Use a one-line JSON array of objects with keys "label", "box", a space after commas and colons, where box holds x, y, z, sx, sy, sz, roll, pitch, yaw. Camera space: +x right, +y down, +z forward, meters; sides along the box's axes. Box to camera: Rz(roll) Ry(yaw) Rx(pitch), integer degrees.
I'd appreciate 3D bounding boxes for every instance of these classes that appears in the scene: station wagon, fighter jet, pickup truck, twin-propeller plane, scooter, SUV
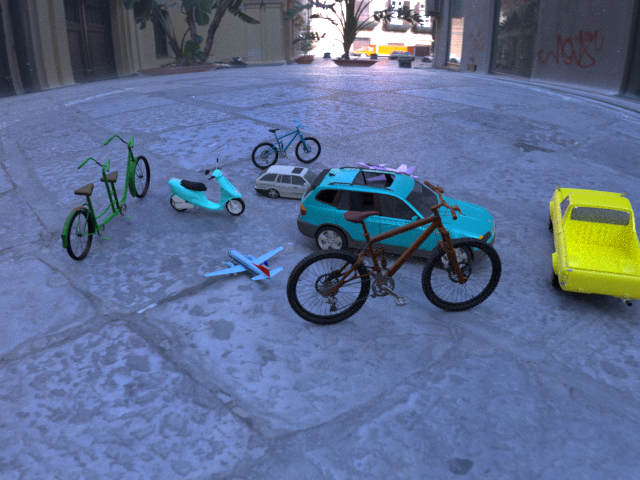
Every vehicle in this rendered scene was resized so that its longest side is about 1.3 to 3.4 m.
[{"label": "station wagon", "box": [-0.371, -1.051, 12.789, 1.597, 0.473, 0.682, 6, 28, 12]}, {"label": "fighter jet", "box": [1.223, -1.423, 13.719, 1.358, 0.286, 1.147, 24, 36, 39]}, {"label": "pickup truck", "box": [4.078, -0.097, 10.363, 1.244, 0.993, 3.117, 7, 28, 13]}, {"label": "twin-propeller plane", "box": [-1.040, 0.316, 10.200, 1.370, 0.407, 1.095, -20, 33, -34]}, {"label": "scooter", "box": [-1.971, -0.878, 11.966, 1.399, 0.919, 0.662, 4, 27, 8]}, {"label": "SUV", "box": [1.171, -0.410, 10.825, 3.058, 1.128, 1.276, 7, 28, 14]}]

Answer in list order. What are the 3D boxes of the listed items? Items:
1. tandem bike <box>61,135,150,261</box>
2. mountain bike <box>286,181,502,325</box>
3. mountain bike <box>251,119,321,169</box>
[{"label": "tandem bike", "box": [-3.439, -0.830, 11.426, 0.550, 1.326, 3.192, 4, 28, 9]}, {"label": "mountain bike", "box": [0.985, 0.267, 8.893, 2.857, 1.688, 1.114, -5, 28, -9]}, {"label": "mountain bike", "box": [-0.665, -1.882, 13.977, 1.469, 0.868, 0.573, -10, 29, -19]}]
